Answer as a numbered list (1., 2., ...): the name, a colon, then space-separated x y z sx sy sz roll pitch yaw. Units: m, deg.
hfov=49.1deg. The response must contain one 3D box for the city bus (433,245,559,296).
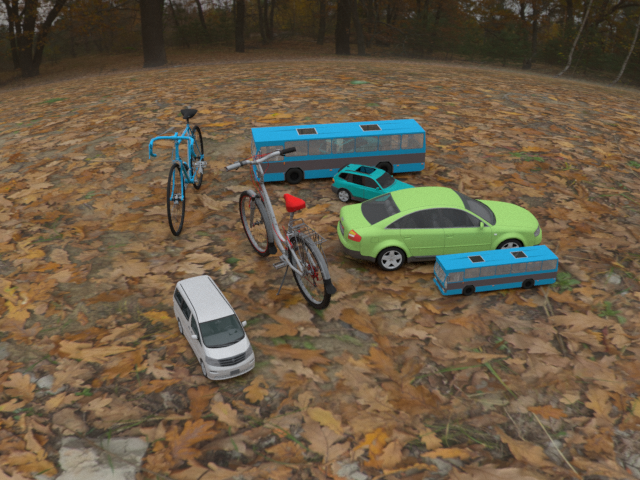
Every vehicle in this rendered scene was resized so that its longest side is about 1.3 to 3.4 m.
1. city bus: 2.455 0.436 9.806 1.674 0.460 0.476 -5 28 -10

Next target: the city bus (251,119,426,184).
1. city bus: 0.338 -1.685 13.380 3.255 0.894 0.926 -5 28 -9

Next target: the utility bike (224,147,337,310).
1. utility bike: -0.619 -0.212 9.558 1.039 1.839 2.791 -15 31 -26

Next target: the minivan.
1. minivan: -1.311 1.038 8.493 0.681 0.616 1.548 -13 30 -23

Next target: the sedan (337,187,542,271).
1. sedan: 1.831 -0.271 10.638 3.137 0.940 1.235 -3 28 -7

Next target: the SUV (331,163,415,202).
1. SUV: 0.964 -0.941 12.301 1.572 0.580 0.656 15 31 26

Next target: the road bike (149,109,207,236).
1. road bike: -2.258 -1.287 11.802 0.696 1.656 3.004 1 28 1
